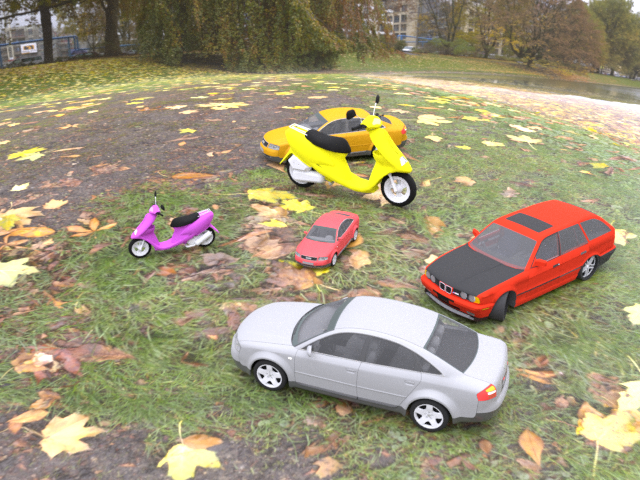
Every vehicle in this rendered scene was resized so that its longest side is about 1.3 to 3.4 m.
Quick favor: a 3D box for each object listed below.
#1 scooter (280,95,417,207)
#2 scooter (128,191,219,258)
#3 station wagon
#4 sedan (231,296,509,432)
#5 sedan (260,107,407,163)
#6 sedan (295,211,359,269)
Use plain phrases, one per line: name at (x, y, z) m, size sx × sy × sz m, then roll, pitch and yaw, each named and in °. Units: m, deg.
scooter at (0.482, -1.625, 12.534) m, size 2.721 × 1.786 × 1.288 m, roll 13°, pitch 29°, yaw 25°
scooter at (-2.245, -0.235, 10.672) m, size 1.399 × 0.919 × 0.662 m, roll -10°, pitch 28°, yaw -20°
station wagon at (2.834, 0.172, 9.835) m, size 3.105 × 0.920 × 1.327 m, roll -18°, pitch 31°, yaw -32°
sedan at (0.498, 1.175, 7.755) m, size 3.137 × 0.940 × 1.235 m, roll 10°, pitch 28°, yaw 19°
sedan at (0.292, -2.249, 14.780) m, size 3.137 × 0.940 × 1.235 m, roll -7°, pitch 27°, yaw -14°
sedan at (0.127, -0.072, 10.835) m, size 0.635 × 0.483 × 1.613 m, roll 10°, pitch 28°, yaw 20°
